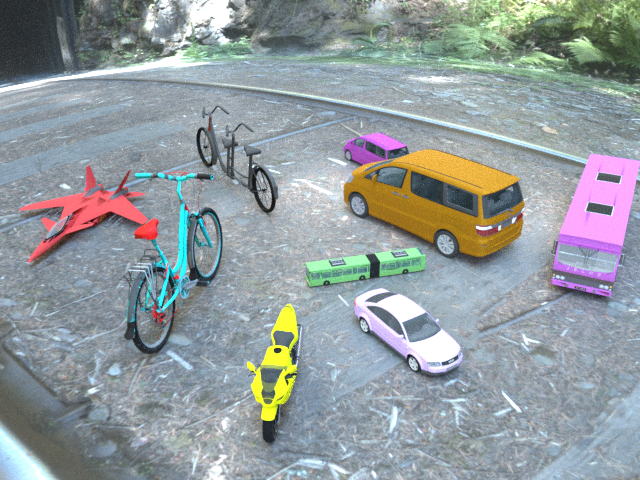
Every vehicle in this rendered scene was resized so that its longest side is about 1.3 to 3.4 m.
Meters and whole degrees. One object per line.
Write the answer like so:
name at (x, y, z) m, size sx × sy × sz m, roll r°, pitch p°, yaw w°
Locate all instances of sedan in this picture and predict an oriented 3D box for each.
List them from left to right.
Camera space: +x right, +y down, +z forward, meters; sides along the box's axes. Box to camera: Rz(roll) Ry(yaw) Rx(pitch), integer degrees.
sedan at (1.048, 1.043, 8.473) m, size 0.635 × 0.483 × 1.613 m, roll -18°, pitch 33°, yaw -30°

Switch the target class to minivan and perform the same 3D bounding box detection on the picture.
minivan at (1.067, -1.716, 13.471) m, size 0.681 × 0.616 × 1.548 m, roll -16°, pitch 32°, yaw -28°
minivan at (1.697, -0.748, 11.055) m, size 1.324 × 1.197 × 3.011 m, roll -24°, pitch 36°, yaw -37°

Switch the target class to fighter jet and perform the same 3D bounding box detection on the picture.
fighter jet at (-3.912, -0.433, 11.144) m, size 2.229 × 0.557 × 2.640 m, roll 6°, pitch 29°, yaw 11°

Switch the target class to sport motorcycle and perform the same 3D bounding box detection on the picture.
sport motorcycle at (-0.436, 1.399, 7.454) m, size 0.506 × 0.821 × 1.520 m, roll 3°, pitch 28°, yaw 6°

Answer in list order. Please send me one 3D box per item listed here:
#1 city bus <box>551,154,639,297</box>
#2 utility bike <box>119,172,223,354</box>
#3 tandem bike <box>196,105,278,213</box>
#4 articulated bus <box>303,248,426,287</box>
city bus at (4.196, -0.302, 10.544) m, size 0.926 × 0.894 × 3.255 m, roll 13°, pitch 31°, yaw 22°
utility bike at (-1.893, 0.110, 8.779) m, size 1.039 × 1.839 × 2.791 m, roll 7°, pitch 29°, yaw 12°
tandem bike at (-1.547, -1.527, 12.370) m, size 0.550 × 1.326 × 3.192 m, roll -17°, pitch 32°, yaw -28°
articulated bus at (0.643, 0.378, 9.917) m, size 1.749 × 0.289 × 0.311 m, roll -7°, pitch 29°, yaw -13°
